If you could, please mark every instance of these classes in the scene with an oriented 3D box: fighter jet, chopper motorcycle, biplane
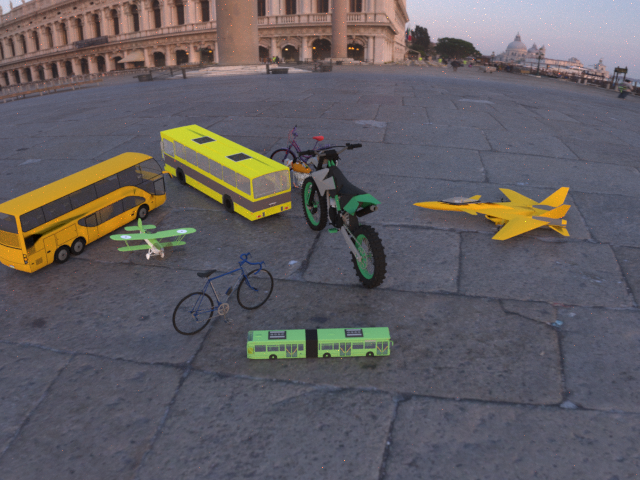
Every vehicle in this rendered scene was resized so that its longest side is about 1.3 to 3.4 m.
[{"bbox_3d":[2.916,-0.629,12.028,2.640,0.557,2.229,7,27,14],"label":"fighter jet"},{"bbox_3d":[-0.307,-1.241,13.040,1.563,0.761,0.466,15,30,28],"label":"chopper motorcycle"},{"bbox_3d":[-2.616,-0.028,10.869,1.336,0.504,1.090,-16,30,-29],"label":"biplane"}]

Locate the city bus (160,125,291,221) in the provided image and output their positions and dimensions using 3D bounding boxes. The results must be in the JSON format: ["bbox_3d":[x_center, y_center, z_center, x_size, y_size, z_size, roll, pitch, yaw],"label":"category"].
[{"bbox_3d":[-1.816,-1.274,12.956,0.926,0.894,3.255,-19,32,-34],"label":"city bus"}]

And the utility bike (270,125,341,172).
[{"bbox_3d":[-0.287,-1.748,13.861,1.435,0.946,0.535,-2,26,-3],"label":"utility bike"}]

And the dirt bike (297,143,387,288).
[{"bbox_3d":[0.277,-0.517,10.545,1.024,1.666,2.903,-10,28,-20],"label":"dirt bike"}]

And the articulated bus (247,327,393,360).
[{"bbox_3d":[-0.005,1.255,8.508,1.749,0.289,0.311,-1,26,-2],"label":"articulated bus"}]

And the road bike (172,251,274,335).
[{"bbox_3d":[-1.228,0.680,9.038,1.545,0.852,0.358,-20,33,-35],"label":"road bike"}]

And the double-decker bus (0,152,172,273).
[{"bbox_3d":[-3.724,-0.556,11.321,0.756,1.052,3.251,14,29,26],"label":"double-decker bus"}]
